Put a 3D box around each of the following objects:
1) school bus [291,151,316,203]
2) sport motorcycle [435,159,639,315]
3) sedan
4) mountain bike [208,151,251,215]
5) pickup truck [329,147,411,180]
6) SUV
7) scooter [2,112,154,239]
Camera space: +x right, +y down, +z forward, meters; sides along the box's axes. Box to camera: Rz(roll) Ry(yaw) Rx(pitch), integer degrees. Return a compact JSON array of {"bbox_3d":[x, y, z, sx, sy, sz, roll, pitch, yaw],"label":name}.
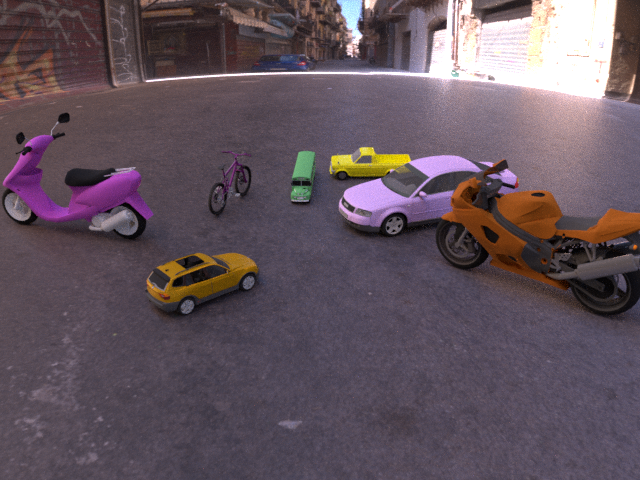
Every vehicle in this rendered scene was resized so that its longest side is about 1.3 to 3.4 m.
[{"bbox_3d":[-0.301,-1.170,12.966,0.365,0.434,1.708,1,26,3],"label":"school bus"},{"bbox_3d":[2.889,-0.043,9.339,2.955,1.596,0.983,19,32,33],"label":"sport motorcycle"},{"bbox_3d":[1.835,-0.845,11.726,3.137,0.940,1.235,-9,28,-19],"label":"sedan"},{"bbox_3d":[-1.554,-1.022,12.168,0.573,0.868,1.469,10,28,20],"label":"mountain bike"},{"bbox_3d":[0.986,-1.498,13.550,1.603,0.511,0.640,0,26,-1],"label":"pickup truck"},{"bbox_3d":[-1.565,0.480,9.427,1.572,0.580,0.656,-21,33,-36],"label":"SUV"},{"bbox_3d":[-3.922,-0.946,10.970,2.721,1.786,1.288,7,27,15],"label":"scooter"}]
